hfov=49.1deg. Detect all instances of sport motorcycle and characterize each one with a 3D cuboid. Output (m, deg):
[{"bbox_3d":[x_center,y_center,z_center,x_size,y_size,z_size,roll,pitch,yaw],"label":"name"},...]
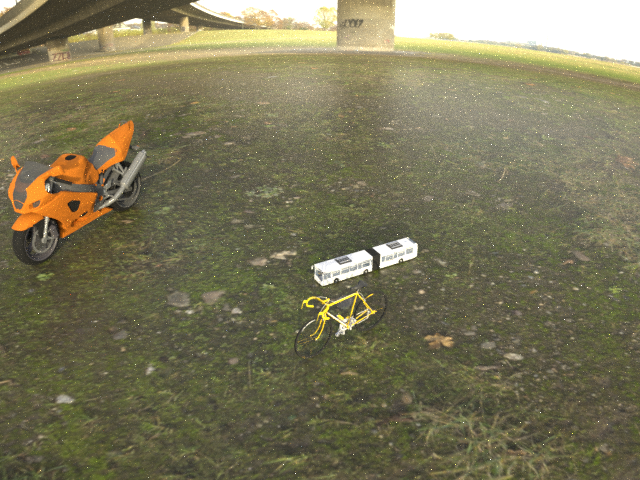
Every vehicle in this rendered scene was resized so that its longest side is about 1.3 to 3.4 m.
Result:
[{"bbox_3d":[-3.920,-0.822,11.419,0.983,1.596,2.955,13,32,21],"label":"sport motorcycle"}]

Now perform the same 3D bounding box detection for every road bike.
[{"bbox_3d":[0.299,0.975,8.987,1.545,0.852,0.358,-21,35,-32],"label":"road bike"}]

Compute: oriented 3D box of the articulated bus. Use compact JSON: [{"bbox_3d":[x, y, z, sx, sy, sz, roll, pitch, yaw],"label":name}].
[{"bbox_3d":[0.711,0.320,10.723,1.749,0.289,0.311,-15,33,-25],"label":"articulated bus"}]
